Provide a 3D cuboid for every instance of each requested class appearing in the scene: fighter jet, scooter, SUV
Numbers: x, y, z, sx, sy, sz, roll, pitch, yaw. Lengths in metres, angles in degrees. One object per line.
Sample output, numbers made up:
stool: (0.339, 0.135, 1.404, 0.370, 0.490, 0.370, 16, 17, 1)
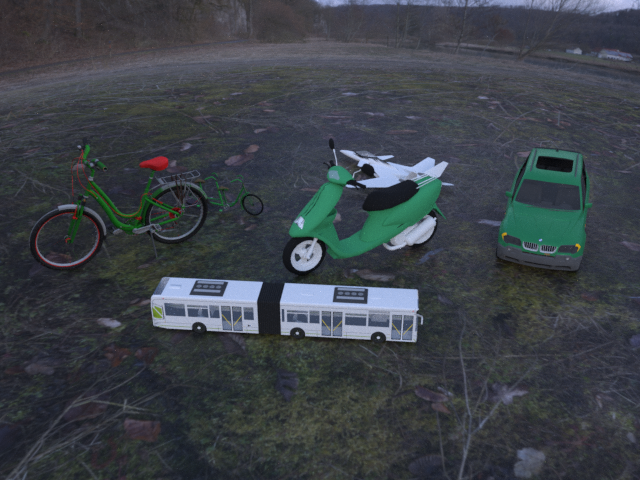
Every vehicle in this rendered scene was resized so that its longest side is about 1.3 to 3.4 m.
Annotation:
fighter jet: (1.220, -1.500, 13.413, 2.229, 0.557, 2.640, -20, 34, -33)
scooter: (0.696, -0.504, 10.232, 2.721, 1.786, 1.288, -13, 31, -22)
SUV: (3.601, -0.579, 11.073, 1.276, 1.128, 3.058, 10, 30, 18)

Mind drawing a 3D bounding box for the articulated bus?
articulated bus: (-0.422, 0.884, 8.926, 3.401, 0.561, 0.605, 2, 28, 5)

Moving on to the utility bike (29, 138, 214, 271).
utility bike: (-2.830, -0.523, 10.211, 2.791, 1.839, 1.039, -16, 32, -27)

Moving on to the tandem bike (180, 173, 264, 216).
tandem bike: (-1.721, -0.820, 12.001, 1.642, 0.682, 0.283, 10, 30, 18)
